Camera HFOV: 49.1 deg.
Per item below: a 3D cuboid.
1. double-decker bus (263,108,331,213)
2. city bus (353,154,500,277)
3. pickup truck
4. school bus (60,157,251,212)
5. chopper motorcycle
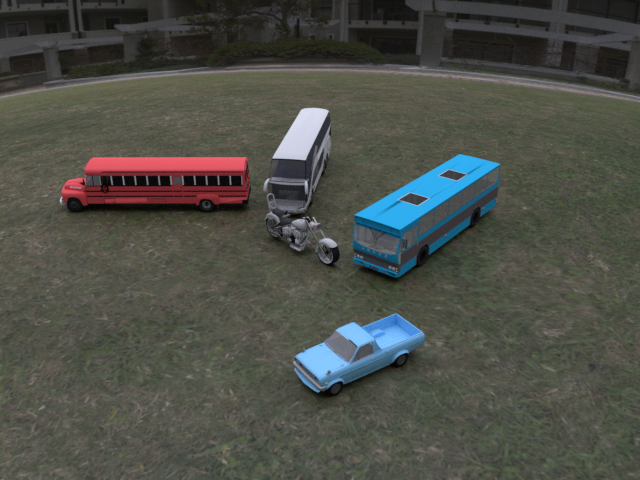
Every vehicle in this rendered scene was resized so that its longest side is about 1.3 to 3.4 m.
[{"bbox_3d":[-0.331,-1.524,13.155,0.756,1.052,3.251,4,28,8],"label":"double-decker bus"},{"bbox_3d":[1.789,-0.441,11.235,0.926,0.894,3.255,20,33,33],"label":"city bus"},{"bbox_3d":[0.481,1.286,8.322,1.603,0.511,0.640,-17,32,-30],"label":"pickup truck"},{"bbox_3d":[-2.915,-1.004,12.376,3.322,0.844,0.709,0,27,0],"label":"school bus"},{"bbox_3d":[-0.303,-0.174,10.866,1.563,0.761,0.466,24,36,39],"label":"chopper motorcycle"}]
